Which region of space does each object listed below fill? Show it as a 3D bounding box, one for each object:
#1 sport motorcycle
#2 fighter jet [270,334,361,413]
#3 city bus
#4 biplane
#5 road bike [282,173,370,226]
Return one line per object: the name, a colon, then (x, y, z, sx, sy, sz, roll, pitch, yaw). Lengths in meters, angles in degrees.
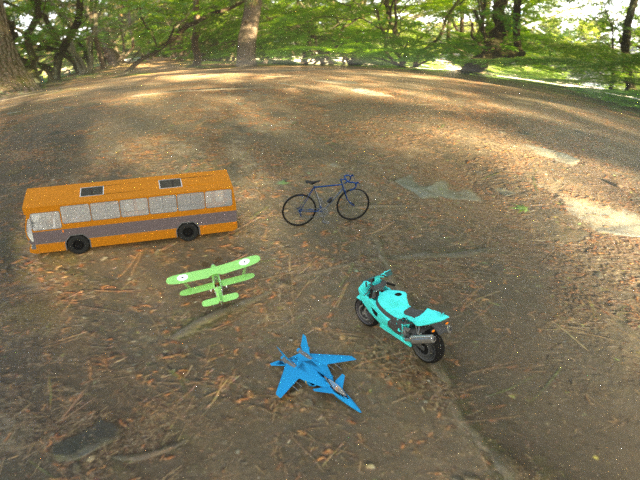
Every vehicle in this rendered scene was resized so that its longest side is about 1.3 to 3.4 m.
sport motorcycle: (0.993, 0.955, 8.821, 0.506, 0.821, 1.520, -22, 35, -36)
fighter jet: (0.035, 1.589, 8.189, 1.147, 0.286, 1.358, -20, 34, -33)
city bus: (-3.033, -0.449, 11.418, 3.255, 0.894, 0.926, -7, 29, -13)
biplane: (-1.464, 0.619, 9.804, 1.336, 0.504, 1.090, -6, 28, -12)
road bike: (0.109, -0.673, 11.891, 1.545, 0.852, 0.358, -7, 28, -13)
